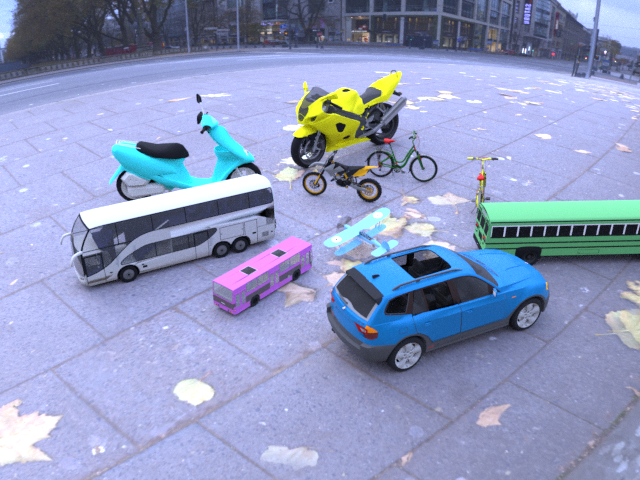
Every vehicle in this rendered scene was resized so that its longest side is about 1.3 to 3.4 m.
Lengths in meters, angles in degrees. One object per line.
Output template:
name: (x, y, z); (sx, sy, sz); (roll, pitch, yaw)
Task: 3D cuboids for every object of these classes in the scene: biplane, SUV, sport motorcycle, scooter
biplane: (0.703, -0.020, 11.046); (1.336, 0.504, 1.090); (-22, 36, -34)
SUV: (1.596, 0.674, 9.162); (3.058, 1.128, 1.276); (-14, 32, -23)
sport motorcycle: (0.580, -2.510, 14.388); (2.955, 1.596, 0.983); (-22, 36, -34)
scooter: (-2.413, -1.543, 12.459); (2.721, 1.786, 1.288); (-4, 29, -8)

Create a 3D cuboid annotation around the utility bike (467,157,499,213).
utility bike: (2.793, -0.957, 12.272); (0.535, 0.946, 1.435); (8, 30, 13)

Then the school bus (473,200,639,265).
school bus: (4.131, -0.146, 10.923); (3.322, 0.844, 0.709); (-1, 29, -2)

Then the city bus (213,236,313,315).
city bus: (-0.797, 0.507, 10.146); (0.476, 0.460, 1.674); (22, 36, 34)

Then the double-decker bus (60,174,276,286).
double-decker bus: (-2.241, -0.169, 10.751); (3.251, 1.052, 0.756); (-15, 33, -25)

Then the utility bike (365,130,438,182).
utility bike: (1.574, -1.634, 13.485); (1.435, 0.946, 0.535); (8, 30, 15)

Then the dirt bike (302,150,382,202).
dirt bike: (0.392, -1.133, 12.679); (1.493, 0.857, 0.527); (7, 30, 13)
